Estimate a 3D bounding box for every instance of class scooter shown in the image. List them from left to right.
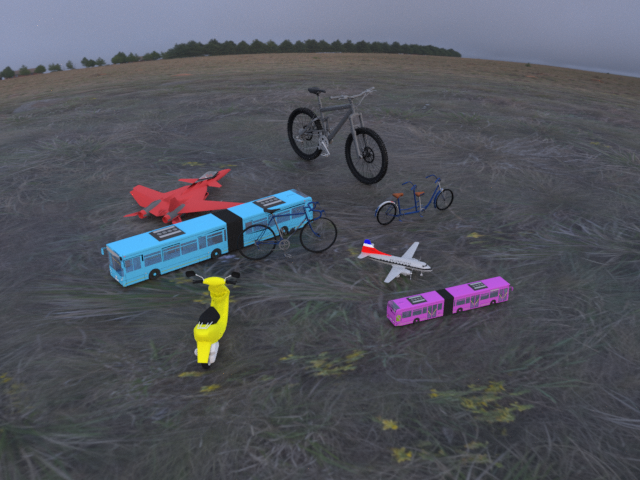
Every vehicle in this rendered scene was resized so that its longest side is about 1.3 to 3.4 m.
[{"bbox_3d":[-1.287,0.858,8.405,0.662,0.919,1.399,1,26,3],"label":"scooter"}]

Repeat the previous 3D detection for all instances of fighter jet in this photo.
[{"bbox_3d":[-2.270,-0.995,12.546,2.229,0.557,2.640,11,28,20],"label":"fighter jet"}]

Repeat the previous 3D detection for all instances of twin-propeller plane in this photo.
[{"bbox_3d":[1.111,0.262,10.181,1.095,0.407,1.370,12,29,22],"label":"twin-propeller plane"}]

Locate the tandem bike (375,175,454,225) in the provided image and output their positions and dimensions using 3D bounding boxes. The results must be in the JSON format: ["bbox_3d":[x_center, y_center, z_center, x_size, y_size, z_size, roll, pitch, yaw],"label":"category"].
[{"bbox_3d":[1.612,-0.687,11.786,1.642,0.682,0.283,-14,30,-26],"label":"tandem bike"}]

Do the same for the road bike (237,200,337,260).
[{"bbox_3d":[-0.480,-0.133,10.478,1.545,0.852,0.358,-7,27,-14],"label":"road bike"}]

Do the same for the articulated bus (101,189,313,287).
[{"bbox_3d":[-1.588,-0.095,10.727,3.401,0.561,0.605,-20,32,-34],"label":"articulated bus"}]

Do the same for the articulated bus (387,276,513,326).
[{"bbox_3d":[1.716,0.802,9.227,1.749,0.289,0.311,-10,28,-20],"label":"articulated bus"}]

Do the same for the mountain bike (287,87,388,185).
[{"bbox_3d":[0.276,-2.136,13.575,1.114,1.688,2.857,-21,33,-36],"label":"mountain bike"}]
